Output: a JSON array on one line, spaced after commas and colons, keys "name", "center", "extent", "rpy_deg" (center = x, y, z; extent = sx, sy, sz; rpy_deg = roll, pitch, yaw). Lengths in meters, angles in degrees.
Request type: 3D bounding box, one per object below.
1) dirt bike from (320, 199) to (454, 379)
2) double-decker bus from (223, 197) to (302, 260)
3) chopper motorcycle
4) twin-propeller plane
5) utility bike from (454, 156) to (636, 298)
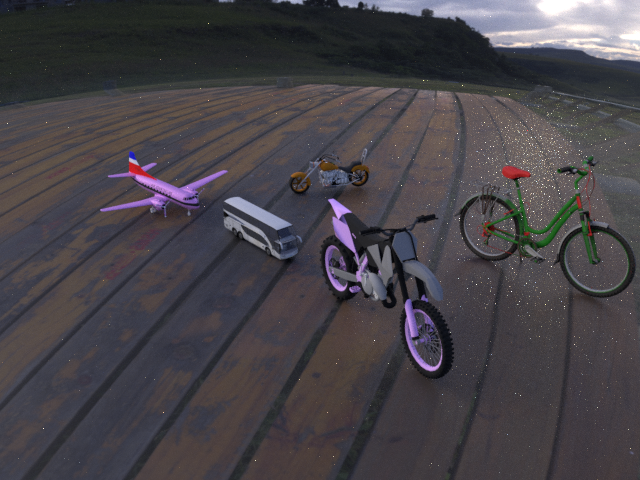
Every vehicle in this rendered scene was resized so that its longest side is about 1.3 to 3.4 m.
[{"name": "dirt bike", "center": [0.748, 0.414, 8.590], "extent": [1.024, 1.666, 2.903], "rpy_deg": [-13, 29, -25]}, {"name": "double-decker bus", "center": [-0.954, -0.188, 11.138], "extent": [0.389, 0.541, 1.672], "rpy_deg": [-20, 32, -35]}, {"name": "chopper motorcycle", "center": [0.186, -1.300, 13.193], "extent": [1.563, 0.761, 0.466], "rpy_deg": [-6, 26, -13]}, {"name": "twin-propeller plane", "center": [-2.840, -1.010, 12.554], "extent": [2.129, 0.792, 2.663], "rpy_deg": [23, 34, 39]}, {"name": "utility bike", "center": [3.200, -0.356, 9.990], "extent": [2.791, 1.839, 1.039], "rpy_deg": [22, 33, 38]}]
